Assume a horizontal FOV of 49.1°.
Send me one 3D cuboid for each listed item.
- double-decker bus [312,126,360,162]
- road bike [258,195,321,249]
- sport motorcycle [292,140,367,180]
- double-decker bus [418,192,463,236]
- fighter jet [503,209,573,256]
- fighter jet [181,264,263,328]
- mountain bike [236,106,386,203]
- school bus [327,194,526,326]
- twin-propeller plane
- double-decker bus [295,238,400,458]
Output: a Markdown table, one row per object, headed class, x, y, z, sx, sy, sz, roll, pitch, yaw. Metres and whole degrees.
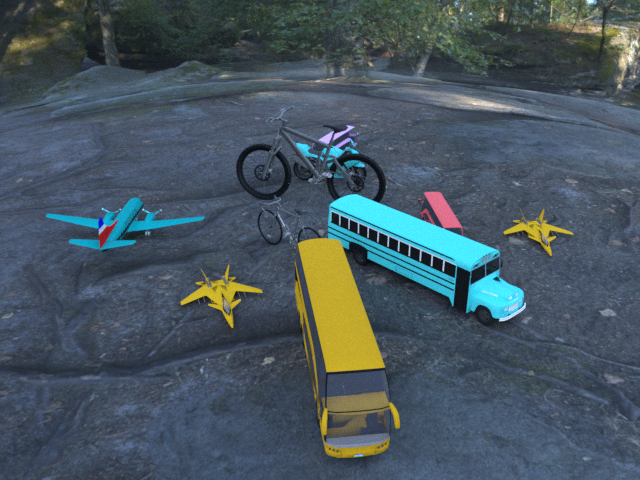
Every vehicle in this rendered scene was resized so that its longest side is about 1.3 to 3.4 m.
| class | x | y | z | sx | sy | sz | roll | pitch | yaw |
| --- | --- | --- | --- | --- | --- | --- | --- | --- | --- |
| double-decker bus | 0.346 | -2.067 | 15.231 | 0.389 | 0.541 | 1.672 | 13 | 29 | 24 |
| road bike | -0.472 | -0.173 | 10.997 | 1.545 | 0.852 | 0.358 | 23 | 34 | 39 |
| sport motorcycle | 0.178 | -1.544 | 13.840 | 1.520 | 0.821 | 0.506 | 5 | 27 | 11 |
| double-decker bus | 1.991 | -0.316 | 11.645 | 0.389 | 0.541 | 1.672 | -2 | 26 | -4 |
| fighter jet | 3.639 | -0.128 | 11.549 | 1.147 | 0.286 | 1.358 | 0 | 26 | 1 |
| fighter jet | -1.340 | 0.783 | 9.684 | 1.147 | 0.286 | 1.358 | -8 | 27 | -15 |
| mountain bike | -0.199 | -1.408 | 12.575 | 2.857 | 1.688 | 1.114 | 8 | 27 | 16 |
| school bus | 1.474 | 0.211 | 10.220 | 0.709 | 0.844 | 3.322 | -22 | 33 | -37 |
| twin-propeller plane | -3.253 | -0.358 | 11.446 | 2.663 | 0.792 | 2.129 | 1 | 26 | 2 |
| double-decker bus | 0.184 | 1.124 | 8.113 | 0.756 | 1.052 | 3.251 | -3 | 26 | -7 |
